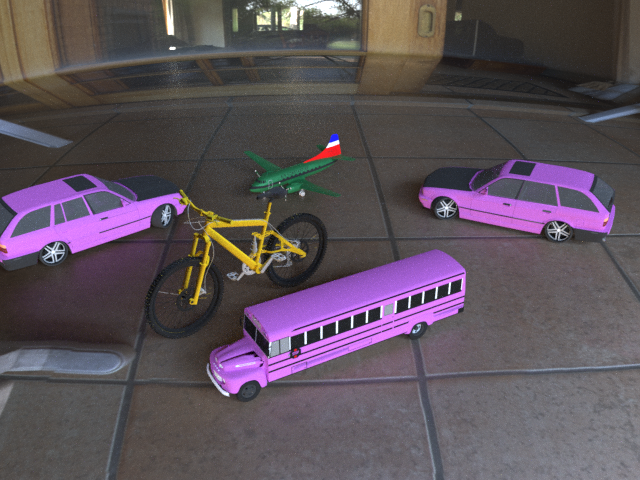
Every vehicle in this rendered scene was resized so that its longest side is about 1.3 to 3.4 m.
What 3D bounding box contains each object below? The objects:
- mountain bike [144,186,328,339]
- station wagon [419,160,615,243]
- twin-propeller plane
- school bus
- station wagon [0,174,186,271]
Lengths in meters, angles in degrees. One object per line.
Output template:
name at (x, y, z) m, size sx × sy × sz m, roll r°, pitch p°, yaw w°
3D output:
mountain bike at (-0.993, 0.163, 8.970) m, size 2.857 × 1.688 × 1.114 m, roll -23°, pitch 36°, yaw -35°
station wagon at (3.190, -0.775, 11.468) m, size 3.105 × 0.920 × 1.327 m, roll 13°, pitch 31°, yaw 22°
twin-propeller plane at (-0.407, -1.324, 12.596) m, size 2.129 × 0.792 × 2.663 m, roll -23°, pitch 36°, yaw -35°
school bus at (0.250, 0.959, 8.401) m, size 3.322 × 0.844 × 0.709 m, roll -16°, pitch 32°, yaw -26°
station wagon at (-3.627, -0.498, 10.964) m, size 3.105 × 0.920 × 1.327 m, roll -22°, pitch 36°, yaw -34°
